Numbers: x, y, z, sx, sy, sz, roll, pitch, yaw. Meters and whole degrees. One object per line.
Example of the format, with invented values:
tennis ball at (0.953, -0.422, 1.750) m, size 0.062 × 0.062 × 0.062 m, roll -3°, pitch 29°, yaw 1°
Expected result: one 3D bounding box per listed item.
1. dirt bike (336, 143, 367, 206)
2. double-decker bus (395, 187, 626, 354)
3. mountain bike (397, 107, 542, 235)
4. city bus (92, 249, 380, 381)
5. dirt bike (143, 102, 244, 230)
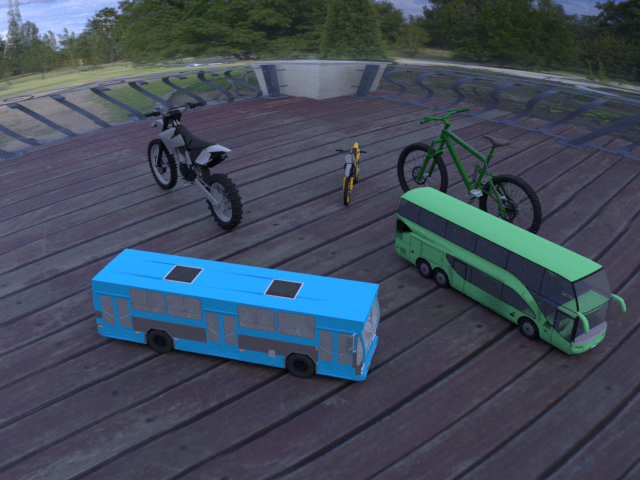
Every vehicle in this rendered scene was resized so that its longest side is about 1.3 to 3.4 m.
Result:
dirt bike at (0.557, -1.215, 12.177) m, size 0.527 × 0.857 × 1.493 m, roll 5°, pitch 28°, yaw 9°
double-decker bus at (2.266, 0.323, 9.033) m, size 0.756 × 1.052 × 3.251 m, roll -19°, pitch 33°, yaw -32°
mountain bike at (2.271, -1.034, 10.937) m, size 1.114 × 1.688 × 2.857 m, roll -21°, pitch 34°, yaw -35°
city bus at (-0.978, 0.867, 8.165) m, size 3.255 × 0.894 × 0.926 m, roll 7°, pitch 29°, yaw 14°
dirt bike at (-2.153, -1.293, 11.454) m, size 1.024 × 1.666 × 2.903 m, roll -21°, pitch 34°, yaw -34°
